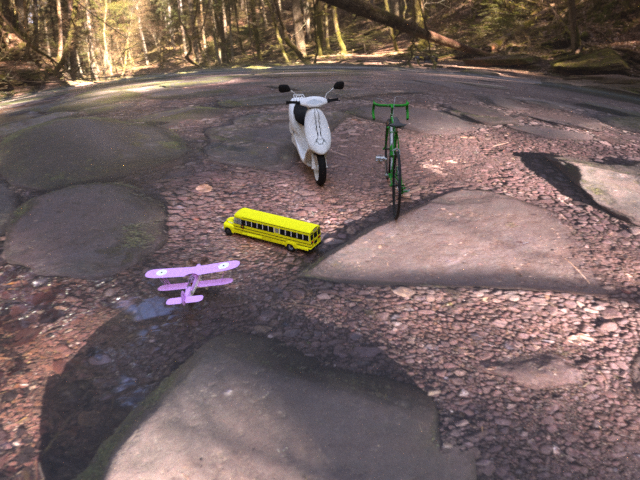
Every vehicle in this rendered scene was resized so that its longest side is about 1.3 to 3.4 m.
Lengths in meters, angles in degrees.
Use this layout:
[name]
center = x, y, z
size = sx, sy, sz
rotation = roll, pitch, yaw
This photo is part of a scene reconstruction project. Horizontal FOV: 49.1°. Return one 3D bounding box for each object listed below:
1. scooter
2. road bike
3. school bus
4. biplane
[scooter]
center = -0.223, -2.332, 13.994
size = 1.288, 1.786, 2.721
rotation = -6, 27, -11
[road bike]
center = 1.315, -1.569, 12.635
size = 0.696, 1.656, 3.004
rotation = 0, 27, 1
[school bus]
center = -0.808, -0.180, 11.249
size = 1.708, 0.434, 0.365
rotation = 14, 30, 25
[biplane]
center = -1.781, 0.604, 9.628
size = 1.336, 0.504, 1.090
rotation = 1, 27, 3
